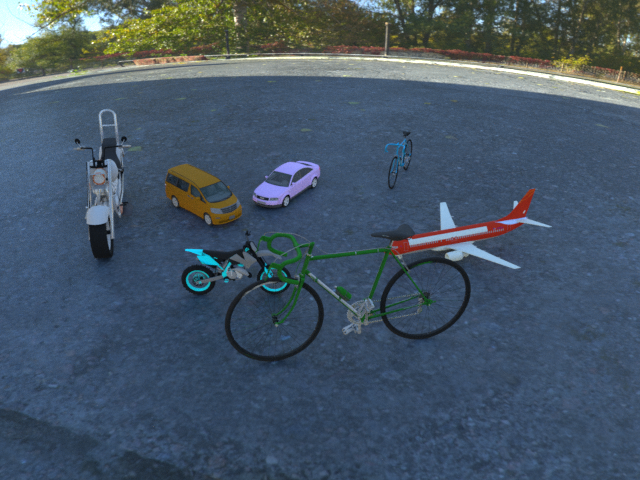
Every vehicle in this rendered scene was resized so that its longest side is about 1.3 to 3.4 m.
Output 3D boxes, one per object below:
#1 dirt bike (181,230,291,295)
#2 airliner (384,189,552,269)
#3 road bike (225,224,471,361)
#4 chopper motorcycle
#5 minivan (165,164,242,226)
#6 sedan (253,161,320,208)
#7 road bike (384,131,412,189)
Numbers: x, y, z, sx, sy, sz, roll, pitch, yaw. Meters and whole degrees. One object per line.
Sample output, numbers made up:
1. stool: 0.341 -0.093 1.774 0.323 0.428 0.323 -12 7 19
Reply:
1. dirt bike: -1.135 0.364 9.417 1.493 0.857 0.527 0 28 0
2. airliner: 2.131 -0.234 10.547 2.541 0.835 2.257 -9 30 -16
3. road bike: 0.380 0.602 8.137 3.004 1.656 0.697 -7 29 -12
4. chopper motorcycle: -3.447 -0.965 11.224 0.906 1.480 3.040 -5 29 -9
5. minivan: -1.970 -0.773 11.777 0.681 0.616 1.548 -25 37 -38
6. sedan: -0.583 -1.048 12.425 0.635 0.483 1.613 16 32 27
7. road bike: 1.499 -1.535 12.938 0.358 0.852 1.545 11 30 19
